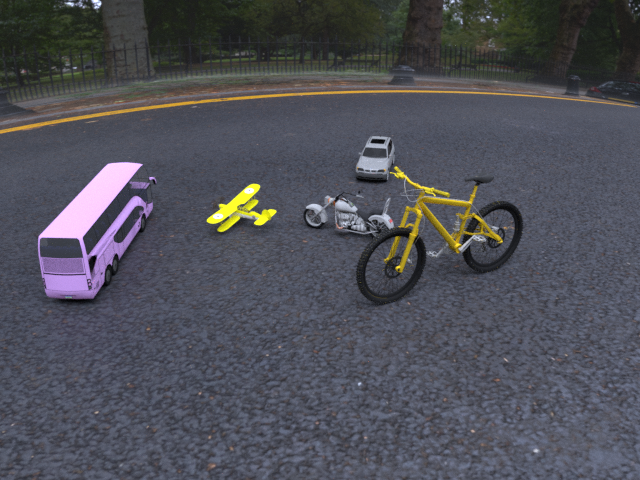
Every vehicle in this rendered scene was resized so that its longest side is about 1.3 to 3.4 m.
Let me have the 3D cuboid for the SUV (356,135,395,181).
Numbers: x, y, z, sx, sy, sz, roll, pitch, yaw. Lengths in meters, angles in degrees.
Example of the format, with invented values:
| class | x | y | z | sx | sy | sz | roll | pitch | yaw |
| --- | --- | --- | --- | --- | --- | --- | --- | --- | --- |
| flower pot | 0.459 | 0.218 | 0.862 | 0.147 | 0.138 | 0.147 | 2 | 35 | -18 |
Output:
| class | x | y | z | sx | sy | sz | roll | pitch | yaw |
| --- | --- | --- | --- | --- | --- | --- | --- | --- | --- |
| SUV | 1.119 | -1.649 | 13.960 | 0.656 | 0.580 | 1.572 | 5 | 26 | 11 |

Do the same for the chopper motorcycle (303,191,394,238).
| class | x | y | z | sx | sy | sz | roll | pitch | yaw |
| --- | --- | --- | --- | --- | --- | --- | --- | --- | --- |
| chopper motorcycle | 0.447 | -0.441 | 11.257 | 1.563 | 0.761 | 0.466 | 12 | 28 | 24 |

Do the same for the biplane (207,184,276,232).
| class | x | y | z | sx | sy | sz | roll | pitch | yaw |
| --- | --- | --- | --- | --- | --- | --- | --- | --- | --- |
| biplane | -1.274 | -0.446 | 11.560 | 1.090 | 0.504 | 1.336 | 14 | 29 | 27 |

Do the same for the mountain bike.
| class | x | y | z | sx | sy | sz | roll | pitch | yaw |
| --- | --- | --- | --- | --- | --- | --- | --- | --- | --- |
| mountain bike | 1.715 | -0.122 | 9.533 | 2.857 | 1.688 | 1.114 | -14 | 29 | -27 |

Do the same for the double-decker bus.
| class | x | y | z | sx | sy | sz | roll | pitch | yaw |
| --- | --- | --- | --- | --- | --- | --- | --- | --- | --- |
| double-decker bus | -3.256 | -0.267 | 10.562 | 0.756 | 1.052 | 3.251 | 1 | 26 | 2 |
